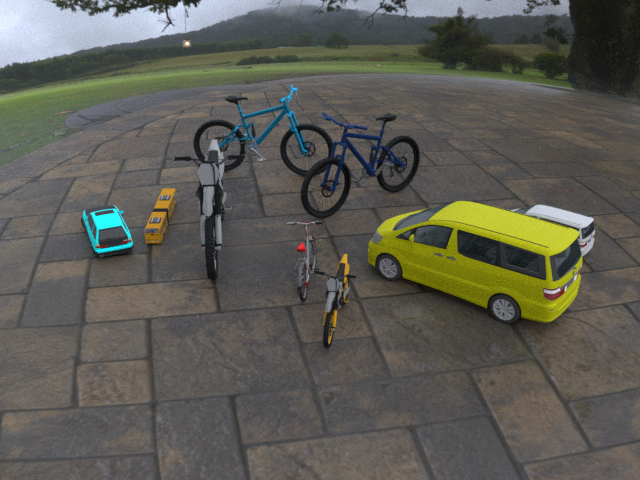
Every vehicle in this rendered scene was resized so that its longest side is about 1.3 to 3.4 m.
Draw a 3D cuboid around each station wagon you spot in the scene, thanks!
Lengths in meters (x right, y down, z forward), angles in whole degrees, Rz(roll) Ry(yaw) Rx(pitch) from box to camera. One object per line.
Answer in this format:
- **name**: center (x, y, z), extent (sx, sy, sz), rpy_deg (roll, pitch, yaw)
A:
- **station wagon**: center (-3.519, -0.254, 11.512), extent (0.682, 0.473, 1.597), rpy_deg (-12, 29, -22)

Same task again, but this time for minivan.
- **minivan**: center (3.590, -0.208, 11.267), extent (1.548, 0.616, 0.681), rpy_deg (20, 34, 34)
- **minivan**: center (2.113, 0.141, 9.952), extent (3.011, 1.197, 1.324), rpy_deg (20, 33, 33)

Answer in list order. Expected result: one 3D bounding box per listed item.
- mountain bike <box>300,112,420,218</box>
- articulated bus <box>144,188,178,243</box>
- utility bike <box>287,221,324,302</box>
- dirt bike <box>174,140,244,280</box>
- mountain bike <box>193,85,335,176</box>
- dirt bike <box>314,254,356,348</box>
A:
- **mountain bike**: center (0.786, -1.429, 12.469), extent (2.857, 1.688, 1.114), rpy_deg (-21, 34, -35)
- **articulated bus**: center (-2.728, -0.438, 12.071), extent (0.311, 0.289, 1.749), rpy_deg (-1, 27, -1)
- **utility bike**: center (-0.236, 0.228, 10.057), extent (0.535, 0.946, 1.435), rpy_deg (4, 27, 7)
- **dirt bike**: center (-1.663, -0.654, 10.986), extent (1.024, 1.666, 2.903), rpy_deg (-2, 27, -4)
- **mountain bike**: center (-1.128, -2.087, 13.751), extent (2.857, 1.688, 1.114), rpy_deg (4, 27, 8)
- **dirt bike**: center (0.228, 0.727, 9.182), extent (0.527, 0.857, 1.493), rpy_deg (6, 28, 11)
